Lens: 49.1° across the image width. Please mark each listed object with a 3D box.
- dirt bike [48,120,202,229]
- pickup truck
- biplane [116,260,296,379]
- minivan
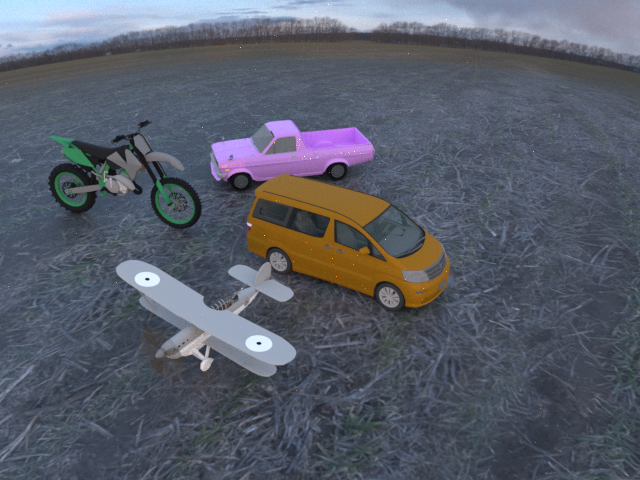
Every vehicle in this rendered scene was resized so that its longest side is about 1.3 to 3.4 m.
[{"bbox_3d":[-3.300,-1.078,11.582,2.903,1.666,1.024,9,30,16],"label":"dirt bike"},{"bbox_3d":[-0.556,-1.741,13.521,3.117,0.993,1.244,-8,29,-14],"label":"pickup truck"},{"bbox_3d":[-1.214,0.928,8.585,2.598,0.981,2.120,17,33,29],"label":"biplane"},{"bbox_3d":[0.398,-0.034,10.141,3.011,1.197,1.324,16,32,28],"label":"minivan"}]
